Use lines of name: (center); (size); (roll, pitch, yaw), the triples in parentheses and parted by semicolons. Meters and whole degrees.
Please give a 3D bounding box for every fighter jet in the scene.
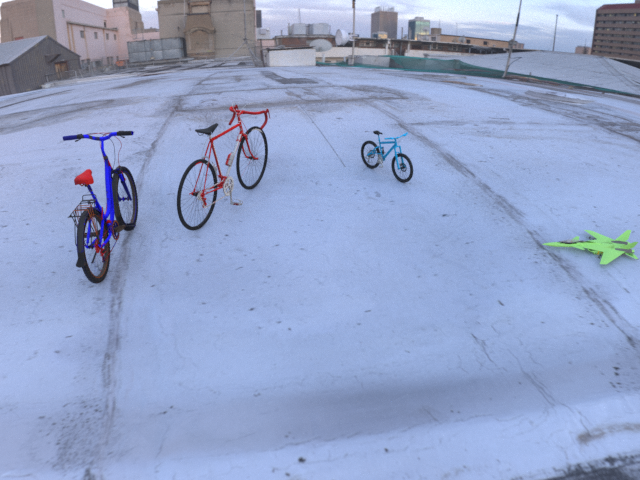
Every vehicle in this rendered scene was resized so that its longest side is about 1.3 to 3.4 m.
fighter jet: (4.112, 0.028, 10.726); (1.358, 0.286, 1.147); (3, 27, 7)

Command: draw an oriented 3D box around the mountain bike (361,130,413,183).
mountain bike: (1.269, -1.654, 13.399); (0.573, 0.868, 1.469); (-19, 32, -32)

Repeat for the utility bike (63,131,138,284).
utility bike: (-3.240, -0.616, 10.280); (1.039, 1.839, 2.791); (0, 27, 1)

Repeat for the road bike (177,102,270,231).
road bike: (-1.593, -1.328, 11.885); (0.697, 1.656, 3.004); (11, 29, 21)
